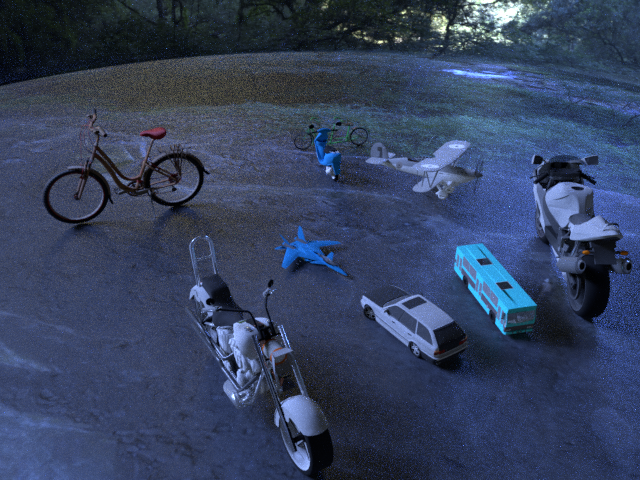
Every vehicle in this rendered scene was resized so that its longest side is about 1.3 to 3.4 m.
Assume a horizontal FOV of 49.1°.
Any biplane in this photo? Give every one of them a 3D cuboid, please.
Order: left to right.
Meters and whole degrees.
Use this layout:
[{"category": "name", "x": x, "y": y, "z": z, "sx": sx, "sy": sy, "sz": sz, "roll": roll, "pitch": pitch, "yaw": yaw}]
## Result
[{"category": "biplane", "x": 1.913, "y": -1.335, "z": 12.703, "sx": 2.120, "sy": 0.981, "sz": 2.598, "roll": 13, "pitch": 32, "yaw": 22}]

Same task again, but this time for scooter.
[{"category": "scooter", "x": 0.145, "y": -1.761, "z": 13.522, "sx": 0.662, "sy": 0.919, "sz": 1.399, "roll": -8, "pitch": 30, "yaw": -14}]

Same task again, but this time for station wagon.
[{"category": "station wagon", "x": 1.188, "y": 0.989, "z": 9.095, "sx": 0.682, "sy": 0.473, "sz": 1.597, "roll": -18, "pitch": 34, "yaw": -29}]

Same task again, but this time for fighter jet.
[{"category": "fighter jet", "x": -0.048, "y": 0.202, "z": 10.682, "sx": 1.147, "sy": 0.286, "sz": 1.358, "roll": -24, "pitch": 37, "yaw": -36}]

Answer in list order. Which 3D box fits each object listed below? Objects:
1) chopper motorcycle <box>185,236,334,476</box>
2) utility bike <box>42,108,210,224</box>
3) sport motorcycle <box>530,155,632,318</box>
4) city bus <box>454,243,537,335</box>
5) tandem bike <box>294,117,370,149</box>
[{"category": "chopper motorcycle", "x": -0.750, "y": 1.174, "z": 7.741, "sx": 0.906, "sy": 1.480, "sz": 3.040, "roll": -16, "pitch": 33, "yaw": -27}, {"category": "utility bike", "x": -3.175, "y": -1.189, "z": 11.569, "sx": 2.791, "sy": 1.839, "sz": 1.039, "roll": -12, "pitch": 32, "yaw": -21}, {"category": "sport motorcycle", "x": 3.600, "y": -0.180, "z": 10.026, "sx": 0.983, "sy": 1.596, "sz": 2.955, "roll": 1, "pitch": 29, "yaw": 1}, {"category": "city bus", "x": 2.385, "y": 0.660, "z": 9.693, "sx": 0.476, "sy": 0.460, "sz": 1.674, "roll": -7, "pitch": 30, "yaw": -11}, {"category": "tandem bike", "x": 0.256, "y": -2.251, "z": 14.633, "sx": 1.642, "sy": 0.682, "sz": 0.283, "roll": -6, "pitch": 30, "yaw": -11}]
